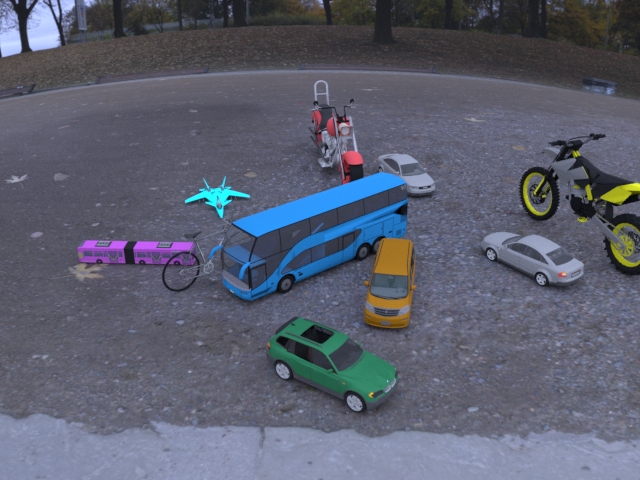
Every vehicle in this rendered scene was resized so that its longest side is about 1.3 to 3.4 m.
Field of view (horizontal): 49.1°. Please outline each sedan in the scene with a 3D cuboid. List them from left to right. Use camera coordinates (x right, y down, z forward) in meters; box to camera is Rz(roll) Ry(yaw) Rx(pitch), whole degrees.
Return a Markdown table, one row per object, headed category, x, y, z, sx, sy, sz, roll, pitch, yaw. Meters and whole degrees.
| category | x | y | z | sx | sy | sz | roll | pitch | yaw |
| --- | --- | --- | --- | --- | --- | --- | --- | --- | --- |
| sedan | 1.619 | -1.293 | 13.233 | 0.635 | 0.483 | 1.613 | -10 | 28 | -18 |
| sedan | 3.088 | 0.191 | 10.286 | 0.635 | 0.483 | 1.613 | -19 | 32 | -32 |

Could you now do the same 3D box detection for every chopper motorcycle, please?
| category | x | y | z | sx | sy | sz | roll | pitch | yaw |
| --- | --- | --- | --- | --- | --- | --- | --- | --- | --- |
| chopper motorcycle | 0.318 | -2.042 | 13.613 | 0.906 | 1.480 | 3.040 | -6 | 27 | -12 |

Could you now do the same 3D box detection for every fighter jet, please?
| category | x | y | z | sx | sy | sz | roll | pitch | yaw |
| --- | --- | --- | --- | --- | --- | --- | --- | --- | --- |
| fighter jet | -1.805 | -0.750 | 12.373 | 1.147 | 0.286 | 1.358 | -6 | 27 | -11 |

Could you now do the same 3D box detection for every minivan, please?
| category | x | y | z | sx | sy | sz | roll | pitch | yaw |
| --- | --- | --- | --- | --- | --- | --- | --- | --- | --- |
| minivan | 0.961 | 0.560 | 9.406 | 0.681 | 0.616 | 1.548 | 5 | 27 | 9 |

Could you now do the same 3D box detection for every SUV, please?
| category | x | y | z | sx | sy | sz | roll | pitch | yaw |
| --- | --- | --- | --- | --- | --- | --- | --- | --- | --- |
| SUV | 0.125 | 1.349 | 7.880 | 1.572 | 0.580 | 0.656 | 17 | 32 | 31 |

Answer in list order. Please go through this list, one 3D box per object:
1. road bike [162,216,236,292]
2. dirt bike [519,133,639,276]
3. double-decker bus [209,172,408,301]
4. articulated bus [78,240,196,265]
| category | x | y | z | sx | sy | sz | roll | pitch | yaw |
| --- | --- | --- | --- | --- | --- | --- | --- | --- | --- |
| road bike | -1.557 | 0.184 | 9.891 | 1.545 | 0.852 | 0.358 | -21 | 34 | -36 |
| dirt bike | 4.043 | -0.684 | 10.709 | 1.024 | 1.666 | 2.903 | -11 | 29 | -21 |
| double-decker bus | -0.032 | -0.090 | 10.211 | 3.251 | 1.052 | 0.756 | -21 | 34 | -35 |
| articulated bus | -2.728 | 0.190 | 10.504 | 1.749 | 0.289 | 0.311 | 1 | 27 | 2 |
